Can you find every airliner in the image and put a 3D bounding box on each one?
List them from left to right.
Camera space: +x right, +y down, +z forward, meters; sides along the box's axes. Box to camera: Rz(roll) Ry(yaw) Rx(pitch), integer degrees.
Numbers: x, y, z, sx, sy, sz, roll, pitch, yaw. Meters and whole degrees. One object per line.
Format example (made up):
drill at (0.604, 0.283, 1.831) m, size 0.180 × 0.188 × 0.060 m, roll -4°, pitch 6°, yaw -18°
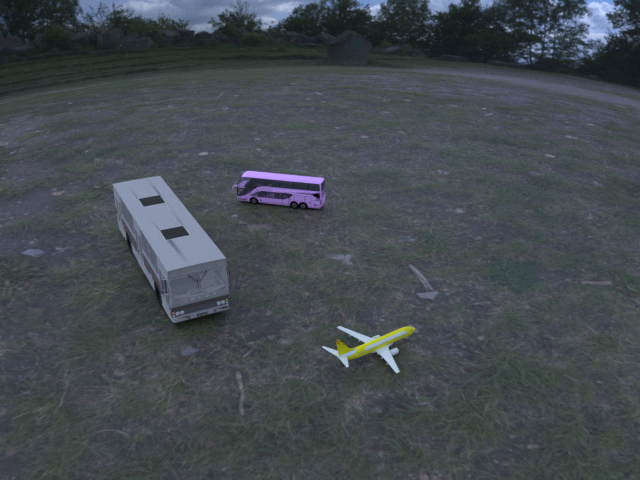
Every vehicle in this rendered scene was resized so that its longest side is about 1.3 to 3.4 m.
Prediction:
airliner at (0.696, 1.209, 8.633) m, size 1.307 × 0.429 × 1.161 m, roll -18°, pitch 32°, yaw -31°

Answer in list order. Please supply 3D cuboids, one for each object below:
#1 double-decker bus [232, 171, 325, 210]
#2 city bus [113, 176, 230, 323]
double-decker bus at (-0.733, -0.907, 12.648) m, size 1.672 × 0.541 × 0.389 m, roll 7°, pitch 28°, yaw 13°
city bus at (-2.284, 0.054, 10.381) m, size 0.926 × 0.894 × 3.255 m, roll -13°, pitch 30°, yaw -24°
